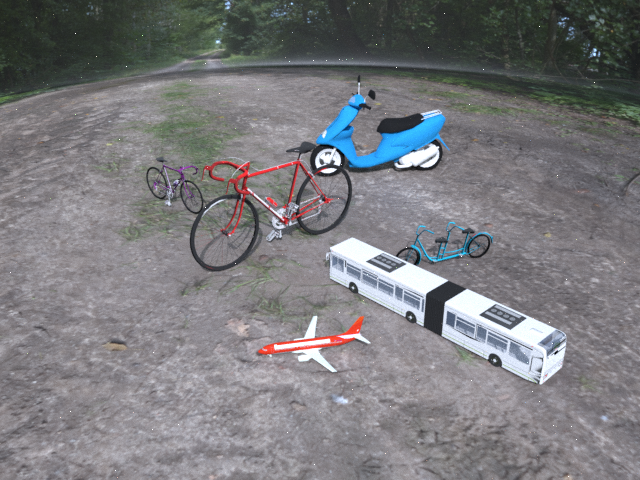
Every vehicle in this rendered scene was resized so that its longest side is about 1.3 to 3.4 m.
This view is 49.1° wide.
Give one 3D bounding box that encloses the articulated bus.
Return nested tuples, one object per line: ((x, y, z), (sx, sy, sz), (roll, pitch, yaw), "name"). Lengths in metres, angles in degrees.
((1.442, 0.792, 8.900), (0.605, 0.561, 3.401), (-24, 35, -38), "articulated bus")

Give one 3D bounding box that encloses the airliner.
((-0.091, 1.155, 8.332), (1.307, 0.429, 1.161), (-5, 27, -10), "airliner")

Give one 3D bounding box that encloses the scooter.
((1.151, -2.102, 13.236), (2.721, 1.786, 1.288), (-4, 27, -8), "scooter")

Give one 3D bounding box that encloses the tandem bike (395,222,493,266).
((1.827, 0.061, 10.204), (1.642, 0.682, 0.283), (-10, 29, -19), "tandem bike")

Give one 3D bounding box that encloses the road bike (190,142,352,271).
((-0.639, -0.588, 10.404), (3.004, 1.656, 0.697), (-21, 34, -35), "road bike")

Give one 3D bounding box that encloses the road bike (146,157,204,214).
((-2.530, -0.981, 12.063), (1.545, 0.852, 0.358), (22, 34, 36), "road bike")
